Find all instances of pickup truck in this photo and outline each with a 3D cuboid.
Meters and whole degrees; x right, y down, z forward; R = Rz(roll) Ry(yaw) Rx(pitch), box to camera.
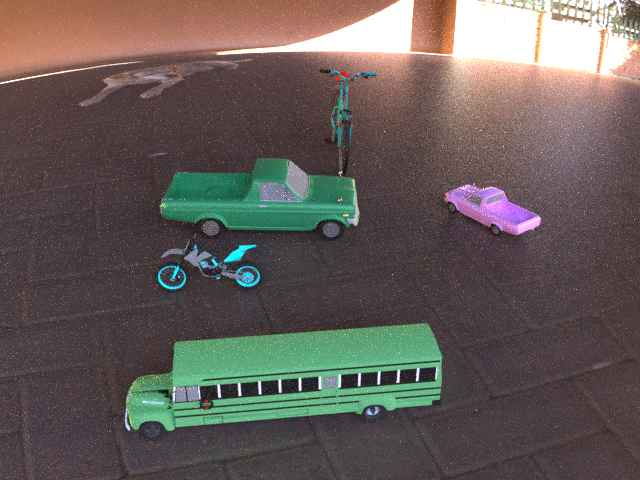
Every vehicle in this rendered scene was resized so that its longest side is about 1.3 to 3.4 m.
[{"bbox_3d":[-0.921,-0.715,11.167,3.117,0.993,1.244,1,30,2],"label":"pickup truck"},{"bbox_3d":[2.766,-0.533,11.334,0.640,0.511,1.603,-20,35,-31],"label":"pickup truck"}]

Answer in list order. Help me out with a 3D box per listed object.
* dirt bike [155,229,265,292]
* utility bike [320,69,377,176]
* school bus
[{"bbox_3d":[-1.502,0.333,9.458,1.493,0.857,0.527,-1,30,-2],"label":"dirt bike"},{"bbox_3d":[0.490,-2.462,13.385,1.039,1.839,2.791,-2,30,-3],"label":"utility bike"},{"bbox_3d":[-0.396,1.479,7.453,3.322,0.844,0.709,-3,30,-6],"label":"school bus"}]
